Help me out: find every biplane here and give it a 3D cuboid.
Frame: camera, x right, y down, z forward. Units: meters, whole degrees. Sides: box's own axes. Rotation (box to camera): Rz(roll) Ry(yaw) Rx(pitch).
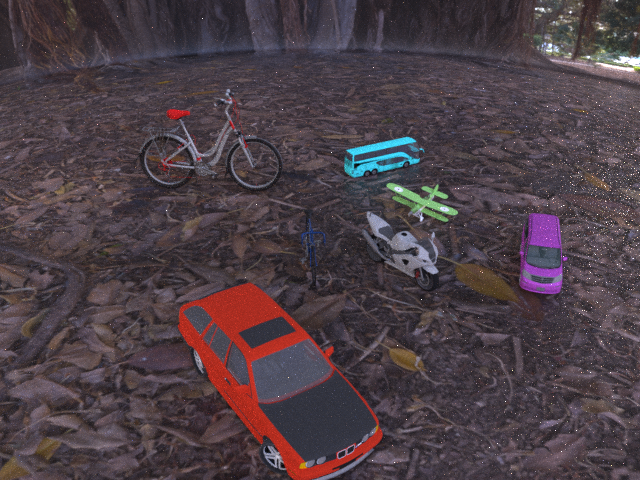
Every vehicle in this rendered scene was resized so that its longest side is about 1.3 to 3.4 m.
[{"bbox_3d":[1.831,-0.651,12.195,1.336,0.504,1.090,18,35,28],"label":"biplane"}]

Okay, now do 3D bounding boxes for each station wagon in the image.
[{"bbox_3d":[-0.562,1.459,8.129,1.327,0.920,3.105,-18,35,-28],"label":"station wagon"}]

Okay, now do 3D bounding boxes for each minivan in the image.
[{"bbox_3d":[3.365,0.193,10.624,0.681,0.616,1.548,7,31,13],"label":"minivan"}]

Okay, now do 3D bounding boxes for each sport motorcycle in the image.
[{"bbox_3d":[1.215,0.166,10.466,0.506,0.821,1.520,-22,37,-33],"label":"sport motorcycle"}]

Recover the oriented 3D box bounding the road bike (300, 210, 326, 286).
[{"bbox_3d":[-0.144,0.035,10.660,0.358,0.852,1.545,-3,30,-5],"label":"road bike"}]

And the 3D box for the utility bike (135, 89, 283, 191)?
[{"bbox_3d":[-2.065,-1.817,12.878,2.791,1.839,1.039,3,30,4],"label":"utility bike"}]

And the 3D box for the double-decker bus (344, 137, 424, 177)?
[{"bbox_3d":[1.272,-1.650,13.885,1.672,0.541,0.389,-15,33,-24],"label":"double-decker bus"}]
